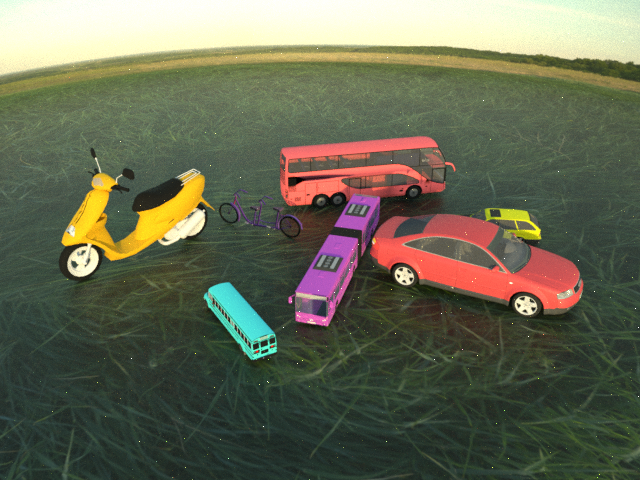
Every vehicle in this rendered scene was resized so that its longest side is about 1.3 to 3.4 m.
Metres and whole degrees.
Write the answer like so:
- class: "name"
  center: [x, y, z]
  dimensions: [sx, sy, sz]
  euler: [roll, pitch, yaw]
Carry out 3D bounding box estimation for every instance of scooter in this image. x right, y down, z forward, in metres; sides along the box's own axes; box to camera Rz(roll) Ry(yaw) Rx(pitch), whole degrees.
- class: "scooter"
  center: [-2.858, -0.521, 10.924]
  dimensions: [2.721, 1.786, 1.288]
  euler: [-23, 36, -36]

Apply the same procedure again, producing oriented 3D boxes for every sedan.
- class: "sedan"
  center: [2.295, 0.241, 10.408]
  dimensions: [3.137, 0.940, 1.235]
  euler: [13, 31, 23]

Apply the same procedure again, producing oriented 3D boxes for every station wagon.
- class: "station wagon"
  center: [2.891, -0.251, 11.803]
  dimensions: [1.597, 0.473, 0.682]
  euler: [3, 29, 6]

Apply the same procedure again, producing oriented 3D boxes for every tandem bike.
- class: "tandem bike"
  center: [-1.037, -0.463, 11.974]
  dimensions: [1.642, 0.682, 0.283]
  euler: [13, 31, 22]

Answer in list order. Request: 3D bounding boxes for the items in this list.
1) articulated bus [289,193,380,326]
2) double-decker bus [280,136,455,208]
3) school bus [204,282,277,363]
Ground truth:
- class: "articulated bus"
  center: [0.342, 0.190, 10.899]
  dimensions: [0.605, 0.561, 3.401]
  euler: [8, 30, 14]
- class: "double-decker bus"
  center: [0.871, -1.295, 13.118]
  dimensions: [3.251, 1.052, 0.756]
  euler: [-6, 29, -11]
- class: "school bus"
  center: [-1.123, 1.039, 9.470]
  dimensions: [0.365, 0.434, 1.708]
  euler: [-16, 32, -26]
